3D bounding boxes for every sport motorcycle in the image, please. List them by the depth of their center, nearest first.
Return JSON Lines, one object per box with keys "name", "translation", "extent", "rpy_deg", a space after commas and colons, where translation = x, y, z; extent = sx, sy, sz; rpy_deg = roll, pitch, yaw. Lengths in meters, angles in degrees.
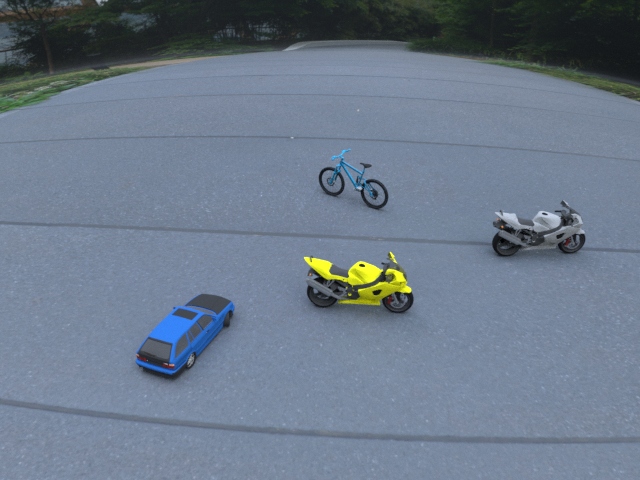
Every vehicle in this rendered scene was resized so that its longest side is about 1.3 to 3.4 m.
{"name": "sport motorcycle", "translation": [0.536, 0.606, 9.624], "extent": [1.520, 0.821, 0.506], "rpy_deg": [4, 30, 7]}
{"name": "sport motorcycle", "translation": [3.427, -0.136, 10.915], "extent": [1.520, 0.821, 0.506], "rpy_deg": [-2, 30, -4]}

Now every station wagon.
{"name": "station wagon", "translation": [-1.703, 1.127, 9.067], "extent": [0.682, 0.473, 1.597], "rpy_deg": [12, 32, 20]}

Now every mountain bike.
{"name": "mountain bike", "translation": [0.587, -1.077, 12.507], "extent": [1.469, 0.868, 0.573], "rpy_deg": [19, 35, 30]}
